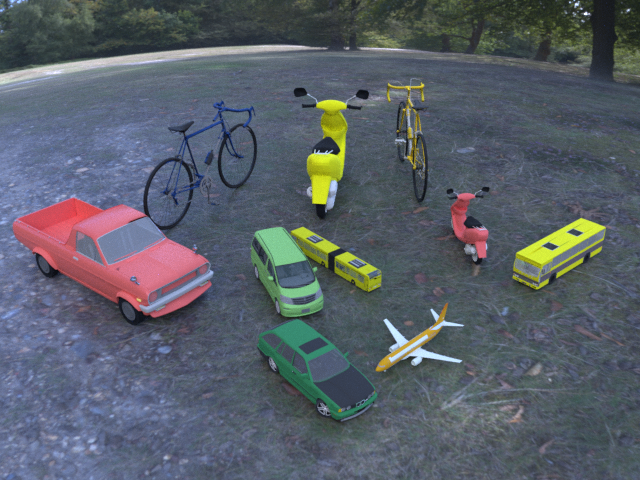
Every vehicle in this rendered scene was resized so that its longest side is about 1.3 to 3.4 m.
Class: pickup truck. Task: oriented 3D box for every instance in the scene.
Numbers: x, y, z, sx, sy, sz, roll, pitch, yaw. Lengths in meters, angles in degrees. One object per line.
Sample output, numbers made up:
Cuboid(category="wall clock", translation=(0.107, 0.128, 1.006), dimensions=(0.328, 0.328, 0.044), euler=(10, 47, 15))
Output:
Cuboid(category="pickup truck", translation=(-2.917, 0.090, 9.633), dimensions=(3.117, 0.993, 1.244), euler=(21, 34, 33))

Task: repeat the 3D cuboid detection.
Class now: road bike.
Cuboid(category="road bike", translation=(-1.903, -1.320, 11.557), dimensions=(0.696, 1.656, 3.004), euler=(15, 32, 26))
Cuboid(category="road bike", translation=(1.645, -1.877, 12.595), dimensions=(0.696, 1.656, 3.004), euler=(-2, 28, -3))

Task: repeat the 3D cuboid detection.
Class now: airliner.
Cuboid(category="airliner", translation=(1.105, 1.157, 8.241), dimensions=(1.307, 0.429, 1.161), euler=(-24, 37, -37))

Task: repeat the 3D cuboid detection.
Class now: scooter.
Cuboid(category="scooter", translation=(2.212, -0.290, 10.420), dimensions=(0.662, 0.919, 1.399), euler=(-4, 28, -7))
Cuboid(category="scooter", translation=(0.153, -1.621, 11.981), dimensions=(1.288, 1.786, 2.721), euler=(3, 28, 6))

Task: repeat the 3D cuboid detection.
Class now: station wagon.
Cuboid(category="station wagon", translation=(-0.051, 1.377, 7.785), dimensions=(0.682, 0.473, 1.597), euler=(-20, 34, -33))

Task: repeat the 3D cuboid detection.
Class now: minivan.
Cuboid(category="minivan", translation=(-0.463, 0.414, 9.428), dimensions=(0.681, 0.616, 1.548), euler=(-11, 30, -19))

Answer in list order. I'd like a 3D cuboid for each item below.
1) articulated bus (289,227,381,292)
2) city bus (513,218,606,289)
Cuboid(category="articulated bus", translation=(0.192, 0.253, 10.073), dimensions=(0.311, 0.289, 1.749), euler=(-21, 35, -34))
Cuboid(category="city bus", translation=(3.429, 0.194, 10.002), dimensions=(1.674, 0.460, 0.476), euler=(-22, 35, -35))
